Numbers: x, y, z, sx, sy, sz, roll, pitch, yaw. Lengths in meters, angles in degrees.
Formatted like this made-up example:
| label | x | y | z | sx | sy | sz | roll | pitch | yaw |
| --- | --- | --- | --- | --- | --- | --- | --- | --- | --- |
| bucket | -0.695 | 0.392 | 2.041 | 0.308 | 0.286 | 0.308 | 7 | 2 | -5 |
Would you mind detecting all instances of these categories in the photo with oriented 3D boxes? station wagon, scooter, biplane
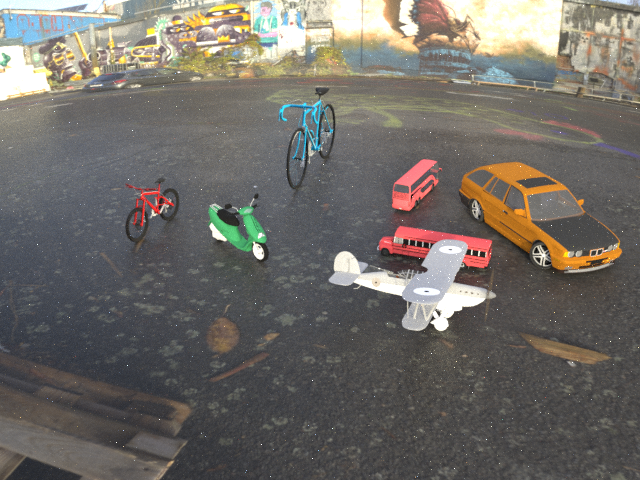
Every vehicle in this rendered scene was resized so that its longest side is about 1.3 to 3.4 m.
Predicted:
| label | x | y | z | sx | sy | sz | roll | pitch | yaw |
| --- | --- | --- | --- | --- | --- | --- | --- | --- | --- |
| station wagon | 3.478 | -0.489 | 11.308 | 1.327 | 0.920 | 3.105 | -9 | 27 | -17 |
| scooter | -1.286 | -0.252 | 10.815 | 1.399 | 0.919 | 0.662 | 23 | 34 | 39 |
| biplane | 1.197 | 0.558 | 9.049 | 2.120 | 0.981 | 2.598 | 9 | 27 | 17 |

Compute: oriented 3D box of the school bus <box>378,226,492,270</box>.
| label | x | y | z | sx | sy | sz | roll | pitch | yaw |
| --- | --- | --- | --- | --- | --- | --- | --- | --- | --- |
| school bus | 1.721 | 0.106 | 10.628 | 1.708 | 0.434 | 0.365 | 10 | 27 | 19 |

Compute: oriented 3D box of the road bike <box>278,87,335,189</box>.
| label | x | y | z | sx | sy | sz | roll | pitch | yaw |
| --- | --- | --- | --- | --- | --- | --- | --- | --- | --- |
| road bike | -0.137 | -2.136 | 13.901 | 0.696 | 1.656 | 3.004 | 8 | 27 | 16 |

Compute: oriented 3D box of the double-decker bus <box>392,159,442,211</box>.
| label | x | y | z | sx | sy | sz | roll | pitch | yaw |
| --- | --- | --- | --- | --- | --- | --- | --- | --- | --- |
| double-decker bus | 1.792 | -1.040 | 12.899 | 0.389 | 0.541 | 1.672 | 13 | 28 | 24 |

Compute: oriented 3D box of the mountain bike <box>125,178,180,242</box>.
| label | x | y | z | sx | sy | sz | roll | pitch | yaw |
| --- | --- | --- | --- | --- | --- | --- | --- | --- | --- |
| mountain bike | -2.757 | -0.566 | 11.530 | 0.573 | 0.868 | 1.469 | 10 | 27 | 20 |
